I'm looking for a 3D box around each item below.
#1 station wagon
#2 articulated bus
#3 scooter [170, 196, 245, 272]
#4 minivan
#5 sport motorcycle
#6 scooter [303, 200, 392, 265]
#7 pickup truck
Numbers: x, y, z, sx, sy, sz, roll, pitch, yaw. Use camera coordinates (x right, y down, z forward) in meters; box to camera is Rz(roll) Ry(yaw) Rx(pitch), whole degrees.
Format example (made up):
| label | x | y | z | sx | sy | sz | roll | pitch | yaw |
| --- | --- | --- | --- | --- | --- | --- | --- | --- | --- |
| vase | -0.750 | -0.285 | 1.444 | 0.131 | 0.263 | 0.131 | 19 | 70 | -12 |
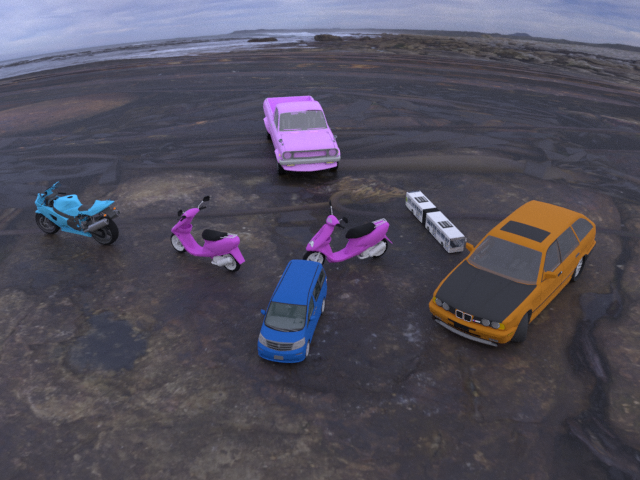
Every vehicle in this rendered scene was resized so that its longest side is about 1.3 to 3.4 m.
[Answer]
| label | x | y | z | sx | sy | sz | roll | pitch | yaw |
| --- | --- | --- | --- | --- | --- | --- | --- | --- | --- |
| station wagon | 2.676 | 0.298 | 9.447 | 1.327 | 0.920 | 3.105 | 21 | 35 | 33 |
| articulated bus | 1.818 | -0.317 | 11.217 | 0.311 | 0.289 | 1.749 | -8 | 30 | -14 |
| scooter | -1.673 | -0.080 | 10.134 | 1.399 | 0.919 | 0.662 | 18 | 34 | 29 |
| minivan | -0.324 | 0.864 | 8.737 | 0.681 | 0.616 | 1.548 | 6 | 29 | 10 |
| sport motorcycle | -3.772 | -0.379 | 10.778 | 1.520 | 0.821 | 0.506 | 10 | 30 | 17 |
| scooter | 0.405 | -0.064 | 10.106 | 1.399 | 0.919 | 0.662 | -10 | 31 | -18 |
| pickup truck | -0.431 | -2.283 | 14.053 | 1.244 | 0.993 | 3.117 | -5 | 29 | -9 |
